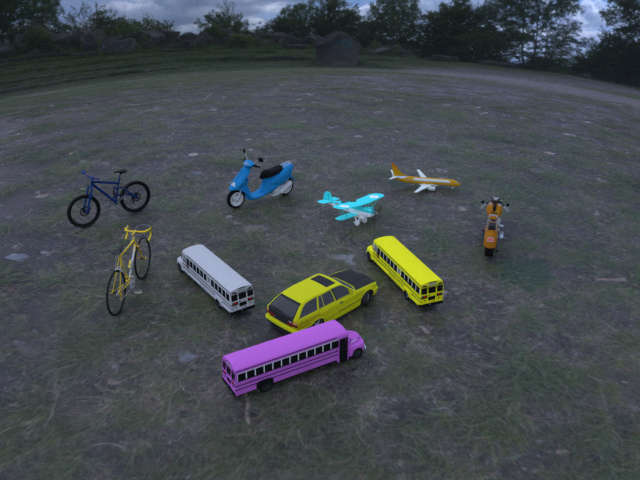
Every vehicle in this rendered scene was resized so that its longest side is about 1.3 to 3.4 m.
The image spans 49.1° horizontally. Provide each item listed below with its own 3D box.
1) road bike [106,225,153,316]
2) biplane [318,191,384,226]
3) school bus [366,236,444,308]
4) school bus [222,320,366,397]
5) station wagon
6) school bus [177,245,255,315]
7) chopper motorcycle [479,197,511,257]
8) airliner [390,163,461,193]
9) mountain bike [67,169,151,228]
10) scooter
[{"bbox_3d":[-2.537,0.352,9.293,0.358,0.852,1.545,3,26,7],"label":"road bike"},{"bbox_3d":[0.508,-0.548,11.506,1.090,0.504,1.336,18,31,32],"label":"biplane"},{"bbox_3d":[1.132,0.378,9.711,0.365,0.434,1.708,-10,28,-19],"label":"school bus"},{"bbox_3d":[-0.253,1.287,7.871,1.708,0.434,0.365,-15,30,-27],"label":"school bus"},{"bbox_3d":[0.061,0.713,8.989,0.682,0.473,1.597,24,35,39],"label":"station wagon"},{"bbox_3d":[-1.462,0.481,9.502,0.365,0.434,1.708,-17,31,-31],"label":"school bus"},{"bbox_3d":[2.666,-0.321,10.756,0.466,0.761,1.563,7,27,14],"label":"chopper motorcycle"},{"bbox_3d":[1.931,-1.172,12.852,1.307,0.429,1.161,4,27,8],"label":"airliner"},{"bbox_3d":[-3.463,-0.738,11.480,1.469,0.868,0.573,-21,33,-36],"label":"mountain bike"},{"bbox_3d":[-1.015,-1.104,12.163,1.399,0.919,0.662,-17,31,-31],"label":"scooter"}]
